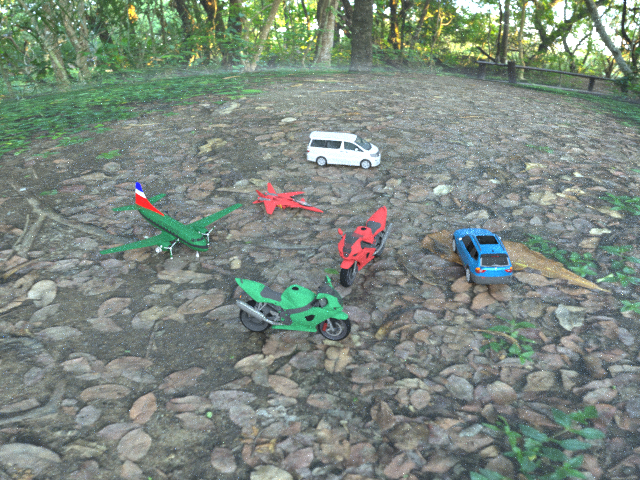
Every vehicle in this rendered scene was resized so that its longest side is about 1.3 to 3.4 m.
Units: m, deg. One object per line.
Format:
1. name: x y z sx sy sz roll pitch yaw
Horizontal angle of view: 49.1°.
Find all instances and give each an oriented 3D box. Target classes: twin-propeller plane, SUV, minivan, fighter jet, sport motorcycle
1. twin-propeller plane: -2.469 -0.326 11.446 2.663 0.792 2.129 -23 35 -38
2. SUV: 2.481 0.159 10.720 0.656 0.580 1.572 -1 27 -2
3. minivan: 0.510 -1.913 14.781 1.548 0.616 0.681 5 27 10
4. fighter jet: -0.522 -0.729 12.803 1.358 0.286 1.147 15 30 27
5. sport motorcycle: -0.346 0.884 9.020 1.520 0.821 0.506 6 27 11
6. sport motorcycle: 0.666 0.090 10.590 0.506 0.821 1.520 13 30 24
